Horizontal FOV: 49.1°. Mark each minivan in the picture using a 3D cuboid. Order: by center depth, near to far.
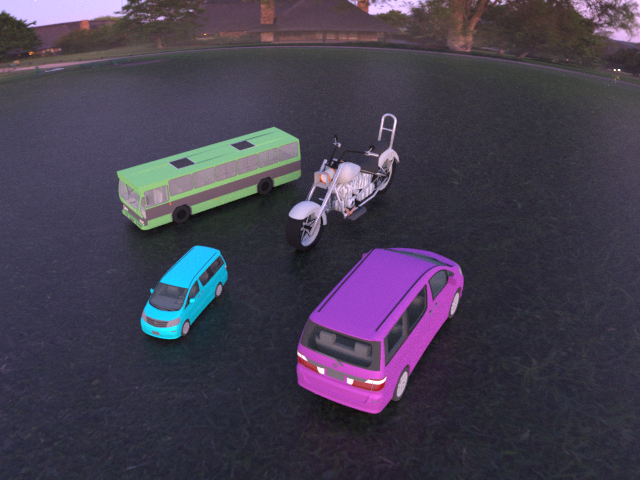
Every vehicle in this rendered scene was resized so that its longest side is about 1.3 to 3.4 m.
[{"bbox_3d":[0.881,0.835,8.838,1.324,1.197,3.011,16,34,25],"label":"minivan"},{"bbox_3d":[-1.861,0.701,9.632,0.681,0.616,1.548,11,32,18],"label":"minivan"}]

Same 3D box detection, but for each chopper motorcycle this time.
[{"bbox_3d":[0.433,-1.004,11.655,0.906,1.480,3.040,20,36,30],"label":"chopper motorcycle"}]

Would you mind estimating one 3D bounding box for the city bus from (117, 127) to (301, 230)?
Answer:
[{"bbox_3d":[-1.872,-1.110,12.406,3.255,0.894,0.926,-22,37,-32],"label":"city bus"}]
